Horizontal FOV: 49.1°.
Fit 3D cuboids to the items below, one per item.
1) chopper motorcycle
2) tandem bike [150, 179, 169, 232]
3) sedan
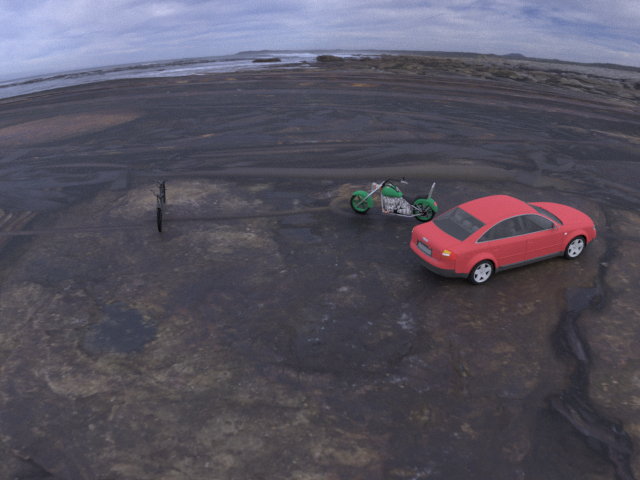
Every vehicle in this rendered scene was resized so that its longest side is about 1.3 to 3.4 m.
[{"bbox_3d":[1.278,-0.737,12.164,1.563,0.761,0.466,11,29,20],"label":"chopper motorcycle"},{"bbox_3d":[-2.780,-0.724,12.227,0.283,0.682,1.642,-4,27,-7],"label":"tandem bike"},{"bbox_3d":[2.895,-0.166,10.824,3.137,0.940,1.235,-12,29,-23],"label":"sedan"}]
